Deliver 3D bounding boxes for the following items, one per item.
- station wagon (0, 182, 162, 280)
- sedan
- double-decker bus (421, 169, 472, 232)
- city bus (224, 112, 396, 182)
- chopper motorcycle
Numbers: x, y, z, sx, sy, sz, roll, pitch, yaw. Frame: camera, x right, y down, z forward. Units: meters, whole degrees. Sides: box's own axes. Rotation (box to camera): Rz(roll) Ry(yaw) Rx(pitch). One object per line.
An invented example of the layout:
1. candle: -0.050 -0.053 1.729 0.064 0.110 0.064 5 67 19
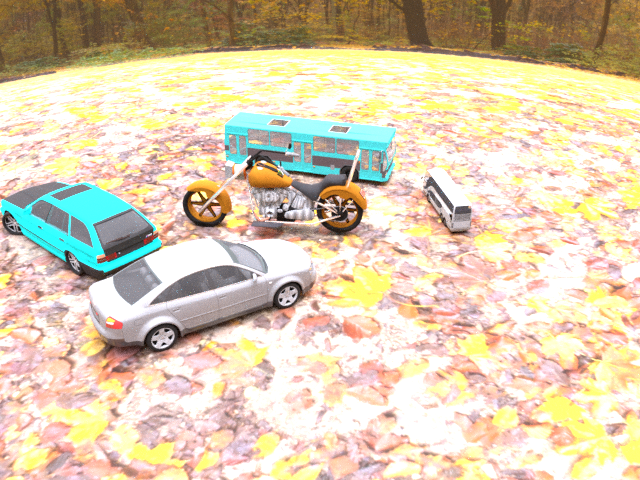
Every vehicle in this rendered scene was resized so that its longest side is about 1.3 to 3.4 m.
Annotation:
1. station wagon: -3.881 -0.375 11.048 3.105 0.920 1.327 23 37 35
2. sedan: -1.511 0.529 9.436 3.137 0.940 1.235 -17 34 -27
3. double-decker bus: 2.166 -0.722 12.044 0.389 0.541 1.672 -5 30 -8
4. city bus: -0.196 -1.784 13.557 3.255 0.894 0.926 8 31 15
5. chopper motorcycle: -0.749 -0.835 11.292 3.040 1.480 0.906 4 30 7
